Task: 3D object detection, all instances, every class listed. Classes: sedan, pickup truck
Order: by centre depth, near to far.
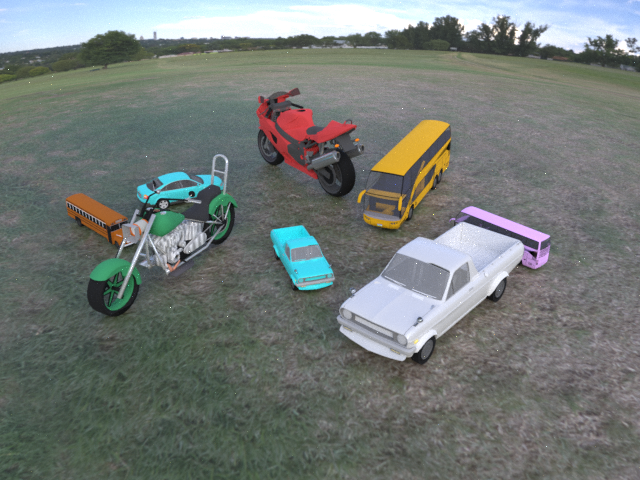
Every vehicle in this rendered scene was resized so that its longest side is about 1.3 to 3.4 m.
[{"bbox_3d":[1.598,0.522,9.529,1.244,0.993,3.117,22,35,35],"label":"pickup truck"},{"bbox_3d":[-0.292,0.204,10.644,0.640,0.511,1.603,-9,29,-16],"label":"pickup truck"},{"bbox_3d":[-2.557,-0.983,12.913,1.613,0.483,0.635,-15,31,-26],"label":"sedan"}]

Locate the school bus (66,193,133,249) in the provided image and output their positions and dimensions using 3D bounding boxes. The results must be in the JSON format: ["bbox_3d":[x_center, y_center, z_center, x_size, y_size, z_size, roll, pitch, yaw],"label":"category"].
[{"bbox_3d":[-3.661,-0.328,11.729,1.708,0.434,0.365,24,36,38],"label":"school bus"}]

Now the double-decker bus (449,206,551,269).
[{"bbox_3d":[2.836,-0.068,11.124,0.389,0.541,1.672,-23,36,-37],"label":"double-decker bus"}]

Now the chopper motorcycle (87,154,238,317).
[{"bbox_3d":[-2.235,-0.134,10.248,0.906,1.480,3.040,15,32,26],"label":"chopper motorcycle"}]

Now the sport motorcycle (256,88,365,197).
[{"bbox_3d":[-0.320,-1.899,13.453,0.983,1.596,2.955,-21,34,-34],"label":"sport motorcycle"}]

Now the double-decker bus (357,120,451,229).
[{"bbox_3d":[1.643,-1.234,12.779,0.756,1.052,3.251,12,30,22],"label":"double-decker bus"}]
